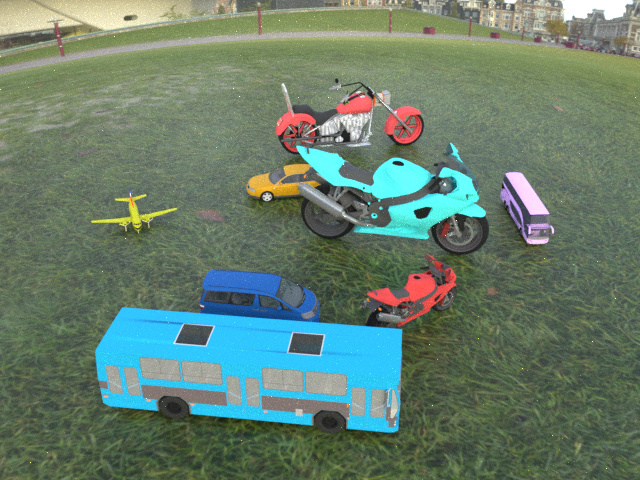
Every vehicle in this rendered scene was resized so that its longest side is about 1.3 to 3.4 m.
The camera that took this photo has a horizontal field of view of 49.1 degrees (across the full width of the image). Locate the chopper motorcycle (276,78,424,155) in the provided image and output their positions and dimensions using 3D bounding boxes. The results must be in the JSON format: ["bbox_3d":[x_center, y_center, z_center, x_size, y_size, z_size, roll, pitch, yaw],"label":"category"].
[{"bbox_3d":[0.620,-2.454,13.738,3.040,1.480,0.906,-8,32,-13],"label":"chopper motorcycle"}]

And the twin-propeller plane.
[{"bbox_3d":[-3.044,-0.479,11.459,1.370,0.407,1.095,-10,32,-16],"label":"twin-propeller plane"}]

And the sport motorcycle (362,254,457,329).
[{"bbox_3d":[1.200,0.745,8.989,1.520,0.821,0.506,-19,36,-29],"label":"sport motorcycle"}]

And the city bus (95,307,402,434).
[{"bbox_3d":[-0.736,1.448,7.733,3.255,0.894,0.926,4,31,6],"label":"city bus"}]

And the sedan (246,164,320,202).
[{"bbox_3d":[-0.494,-1.046,12.342,1.613,0.483,0.635,-5,31,-8],"label":"sedan"}]

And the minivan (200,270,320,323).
[{"bbox_3d":[-0.772,0.786,9.123,1.548,0.616,0.681,4,31,6],"label":"minivan"}]

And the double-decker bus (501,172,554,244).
[{"bbox_3d":[3.337,-0.518,11.394,0.389,0.541,1.672,-1,31,-2],"label":"double-decker bus"}]

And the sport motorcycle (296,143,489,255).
[{"bbox_3d":[1.079,-0.619,10.529,2.955,1.596,0.983,8,31,12],"label":"sport motorcycle"}]
